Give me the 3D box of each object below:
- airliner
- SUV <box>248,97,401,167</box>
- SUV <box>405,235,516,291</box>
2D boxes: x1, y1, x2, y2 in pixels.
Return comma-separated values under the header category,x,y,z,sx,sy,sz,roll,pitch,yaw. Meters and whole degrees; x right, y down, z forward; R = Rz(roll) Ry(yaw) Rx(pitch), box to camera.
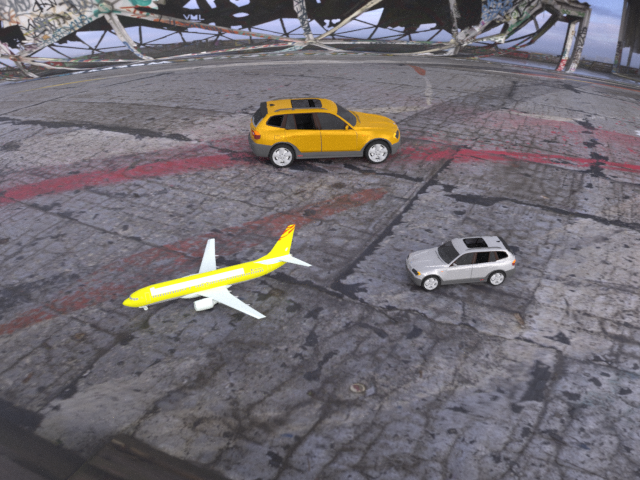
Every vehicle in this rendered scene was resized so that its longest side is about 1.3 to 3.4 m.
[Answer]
category,x,y,z,sx,sy,sz,roll,pitch,yaw
airliner,-1.466,0.388,9.650,2.541,0.835,2.257,-12,32,-21
SUV,0.088,-2.225,14.003,3.058,1.128,1.276,-3,29,-5
SUV,2.026,0.291,10.083,1.572,0.580,0.656,-4,30,-7
